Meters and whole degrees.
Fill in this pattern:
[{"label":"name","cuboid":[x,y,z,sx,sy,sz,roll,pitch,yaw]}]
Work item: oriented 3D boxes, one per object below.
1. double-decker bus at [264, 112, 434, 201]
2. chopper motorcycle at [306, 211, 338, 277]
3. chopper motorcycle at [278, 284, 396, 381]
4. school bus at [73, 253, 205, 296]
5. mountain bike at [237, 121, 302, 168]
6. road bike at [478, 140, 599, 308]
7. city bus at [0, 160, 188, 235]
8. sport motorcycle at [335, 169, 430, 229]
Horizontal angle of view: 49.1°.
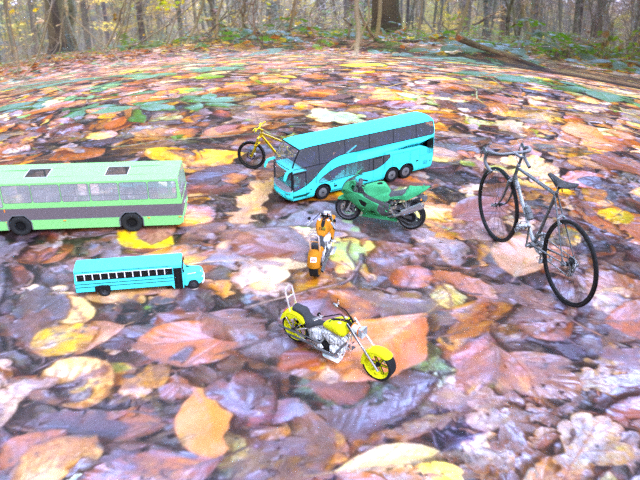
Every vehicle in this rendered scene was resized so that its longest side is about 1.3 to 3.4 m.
[{"label":"double-decker bus","cuboid":[0.611,-1.508,12.558,3.251,1.052,0.756,-16,32,-27]},{"label":"chopper motorcycle","cuboid":[0.045,-0.073,10.206,0.466,0.761,1.563,5,29,9]},{"label":"chopper motorcycle","cuboid":[0.183,1.064,8.099,1.563,0.761,0.466,19,34,31]},{"label":"school bus","cuboid":[-2.452,0.457,9.567,1.708,0.434,0.365,-4,29,-8]},{"label":"mountain bike","cuboid":[-0.858,-1.697,13.103,1.469,0.868,0.573,7,29,12]},{"label":"road bike","cuboid":[2.966,-0.333,9.746,0.697,1.656,3.004,-8,29,-15]},{"label":"city bus","cuboid":[-3.807,-0.676,11.183,3.255,0.894,0.926,-2,28,-4]},{"label":"sport motorcycle","cuboid":[0.977,-0.621,11.158,1.520,0.821,0.506,8,29,15]}]
